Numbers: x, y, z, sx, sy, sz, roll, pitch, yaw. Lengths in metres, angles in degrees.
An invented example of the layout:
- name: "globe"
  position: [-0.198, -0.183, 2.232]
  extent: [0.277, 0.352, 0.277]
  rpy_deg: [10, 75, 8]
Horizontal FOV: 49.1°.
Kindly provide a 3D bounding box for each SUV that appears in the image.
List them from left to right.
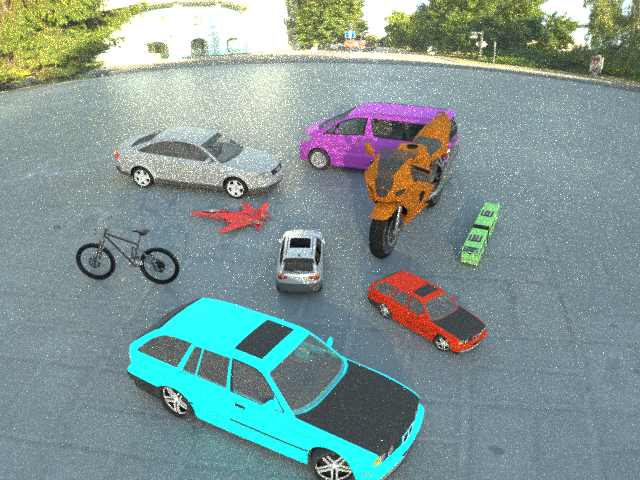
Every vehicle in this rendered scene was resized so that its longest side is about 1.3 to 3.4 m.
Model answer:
- name: "SUV"
  position: [-0.262, 0.198, 9.797]
  extent: [0.656, 0.580, 1.572]
  rpy_deg: [1, 27, 1]

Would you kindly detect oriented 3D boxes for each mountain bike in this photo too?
- name: "mountain bike"
  position: [-2.634, 0.186, 9.507]
  extent: [1.469, 0.868, 0.573]
  rpy_deg: [4, 27, 7]

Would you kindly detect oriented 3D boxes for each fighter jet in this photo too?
- name: "fighter jet"
  position: [-1.509, -0.453, 11.386]
  extent: [1.358, 0.286, 1.147]
  rpy_deg: [6, 28, 12]

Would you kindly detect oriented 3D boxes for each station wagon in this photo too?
- name: "station wagon"
  position: [-0.487, 1.388, 7.109]
  extent: [3.105, 0.920, 1.327]
  rpy_deg: [15, 31, 27]
- name: "station wagon"
  position: [1.318, 0.836, 8.673]
  extent: [0.682, 0.473, 1.597]
  rpy_deg: [-21, 34, -35]

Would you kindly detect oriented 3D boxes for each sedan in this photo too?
- name: "sedan"
  position: [-2.190, -1.493, 12.697]
  extent: [3.137, 0.940, 1.235]
  rpy_deg: [8, 28, 14]

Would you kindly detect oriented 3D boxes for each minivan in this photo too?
- name: "minivan"
  position: [1.083, -1.944, 13.293]
  extent: [3.011, 1.197, 1.324]
  rpy_deg: [10, 29, 19]

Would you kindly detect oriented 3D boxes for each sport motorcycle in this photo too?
- name: "sport motorcycle"
  position: [1.419, -0.909, 10.842]
  extent: [0.983, 1.596, 2.955]
  rpy_deg: [13, 30, 24]

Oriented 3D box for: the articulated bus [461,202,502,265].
- name: "articulated bus"
  position: [2.478, -0.122, 10.741]
  extent: [0.311, 0.289, 1.749]
  rpy_deg: [11, 29, 20]
